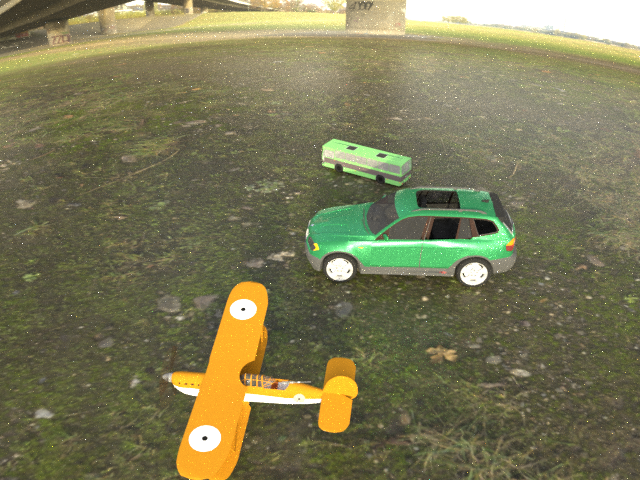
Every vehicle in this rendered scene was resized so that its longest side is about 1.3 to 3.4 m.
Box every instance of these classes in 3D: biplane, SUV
[{"bbox_3d":[-0.662,1.600,7.453,2.120,0.981,2.598,4,31,6],"label":"biplane"},{"bbox_3d":[1.304,-0.133,10.180,3.058,1.128,1.276,2,31,3],"label":"SUV"}]

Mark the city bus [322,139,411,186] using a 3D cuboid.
[{"bbox_3d":[0.849,-1.425,12.966,1.674,0.460,0.476,18,36,27],"label":"city bus"}]
